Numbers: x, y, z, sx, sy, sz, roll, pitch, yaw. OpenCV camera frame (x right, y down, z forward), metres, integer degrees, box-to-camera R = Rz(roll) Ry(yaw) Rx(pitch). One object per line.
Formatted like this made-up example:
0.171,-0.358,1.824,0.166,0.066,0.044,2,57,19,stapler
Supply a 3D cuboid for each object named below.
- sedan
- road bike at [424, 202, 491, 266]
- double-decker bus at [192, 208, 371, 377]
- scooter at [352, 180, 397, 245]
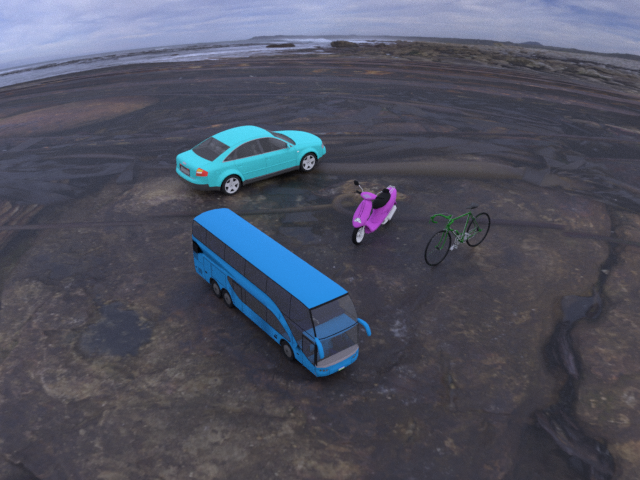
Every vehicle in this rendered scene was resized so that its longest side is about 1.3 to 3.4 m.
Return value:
-1.290,-1.723,13.722,3.137,0.940,1.235,-20,35,-32,sedan
2.174,-0.132,10.920,1.545,0.852,0.358,-22,35,-34,road bike
-0.663,0.629,9.329,0.756,1.052,3.251,-20,35,-32,double-decker bus
0.915,-0.555,11.620,0.662,0.919,1.399,18,33,29,scooter
